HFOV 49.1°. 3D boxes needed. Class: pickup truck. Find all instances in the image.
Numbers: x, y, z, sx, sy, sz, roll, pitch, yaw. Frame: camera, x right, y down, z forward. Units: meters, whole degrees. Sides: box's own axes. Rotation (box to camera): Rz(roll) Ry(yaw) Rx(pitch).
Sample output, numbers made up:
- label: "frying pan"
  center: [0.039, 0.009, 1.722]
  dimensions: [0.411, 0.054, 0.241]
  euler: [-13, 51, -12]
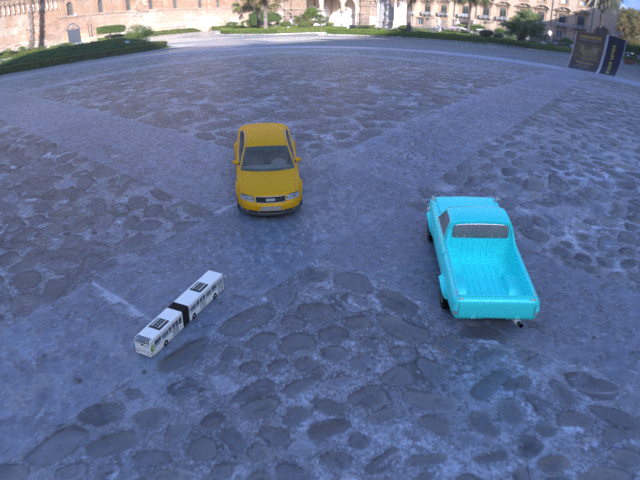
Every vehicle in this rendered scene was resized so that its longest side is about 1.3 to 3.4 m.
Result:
- label: "pickup truck"
  center: [2.287, 0.112, 10.199]
  dimensions: [1.244, 0.993, 3.117]
  euler: [1, 30, 1]

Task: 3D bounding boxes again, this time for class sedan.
- label: "sedan"
  center: [-0.989, -1.468, 12.957]
  dimensions: [1.235, 0.940, 3.137]
  euler: [-3, 30, -5]

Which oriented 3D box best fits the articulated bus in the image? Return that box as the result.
- label: "articulated bus"
  center: [-1.851, 0.956, 9.451]
  dimensions: [0.311, 0.289, 1.749]
  euler: [13, 33, 21]
